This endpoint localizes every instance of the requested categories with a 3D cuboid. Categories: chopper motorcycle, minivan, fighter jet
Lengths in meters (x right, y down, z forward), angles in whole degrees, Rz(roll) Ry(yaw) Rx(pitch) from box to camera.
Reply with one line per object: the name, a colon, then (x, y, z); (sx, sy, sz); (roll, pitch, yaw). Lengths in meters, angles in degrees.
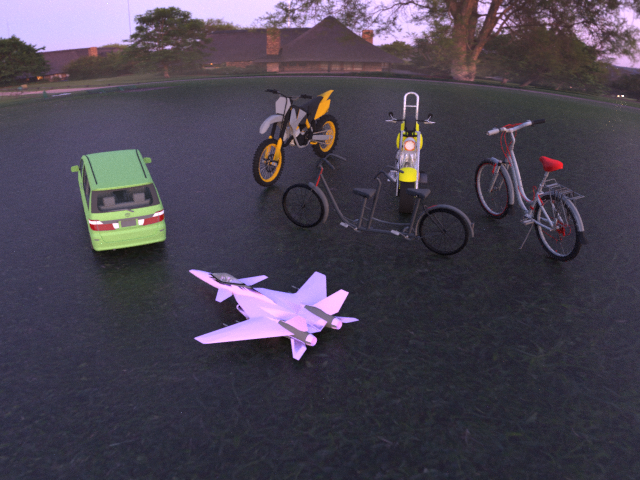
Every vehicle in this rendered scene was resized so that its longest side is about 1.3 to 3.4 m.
chopper motorcycle: (1.636, -1.668, 12.920); (0.906, 1.480, 3.040); (3, 26, 6)
minivan: (-3.342, -0.842, 11.541); (1.324, 1.197, 3.011); (-9, 27, -19)
fighter jet: (-0.872, 0.659, 9.182); (2.640, 0.557, 2.229); (21, 33, 36)

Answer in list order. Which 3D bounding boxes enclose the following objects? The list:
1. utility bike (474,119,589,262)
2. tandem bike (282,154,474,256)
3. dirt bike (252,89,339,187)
utility bike: (3.126, -0.834, 10.790); (1.039, 1.839, 2.791); (-10, 28, -20)
tandem bike: (0.824, -0.574, 10.842); (3.192, 1.326, 0.550); (11, 28, 22)
dirt bike: (-0.410, -2.136, 13.670); (1.024, 1.666, 2.903); (15, 30, 29)
